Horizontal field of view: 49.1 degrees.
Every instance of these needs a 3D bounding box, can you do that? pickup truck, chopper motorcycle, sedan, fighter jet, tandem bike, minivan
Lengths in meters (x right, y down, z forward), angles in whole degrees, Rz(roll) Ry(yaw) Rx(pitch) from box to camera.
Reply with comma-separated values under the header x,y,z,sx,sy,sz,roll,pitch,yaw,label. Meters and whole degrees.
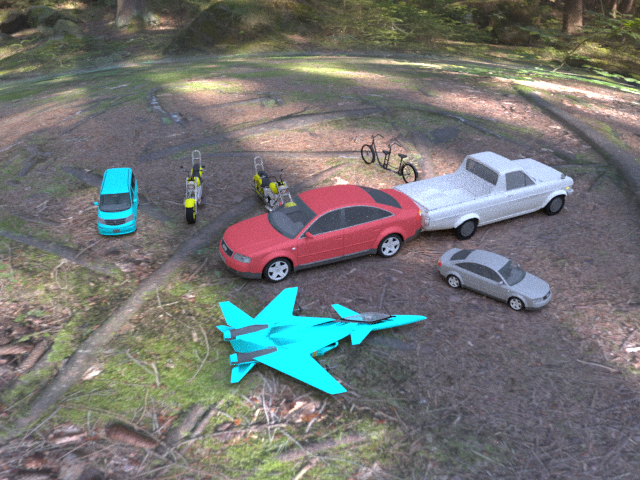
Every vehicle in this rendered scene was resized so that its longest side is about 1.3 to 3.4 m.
x,y,z,sx,sy,sz,roll,pitch,yaw,label
2.713,-0.847,11.592,3.117,0.993,1.244,-14,32,-24,pickup truck
-2.162,-0.920,11.967,0.466,0.761,1.563,-2,29,-3,chopper motorcycle
2.405,0.484,9.685,1.613,0.483,0.635,20,35,32,sedan
0.026,-0.226,10.509,3.137,0.940,1.235,-12,31,-21,sedan
0.105,1.022,8.623,2.640,0.557,2.229,-8,30,-14,fighter jet
1.293,-1.560,13.221,0.283,0.682,1.642,-19,34,-31,tandem bike
-3.352,-0.648,11.619,0.681,0.616,1.548,-5,29,-9,minivan
-0.749,-0.819,11.781,0.466,0.761,1.563,-15,32,-25,chopper motorcycle
